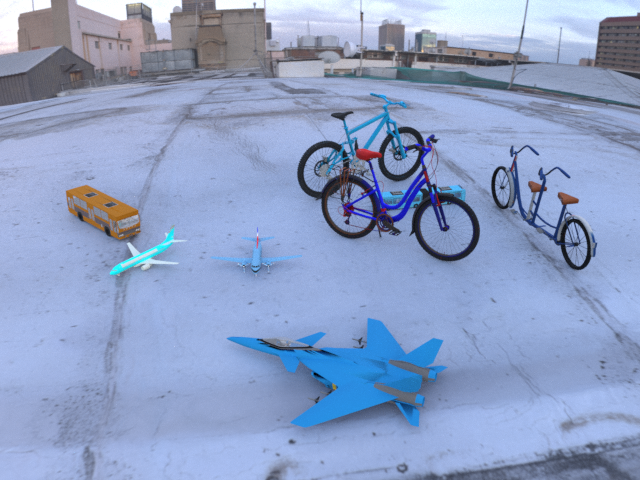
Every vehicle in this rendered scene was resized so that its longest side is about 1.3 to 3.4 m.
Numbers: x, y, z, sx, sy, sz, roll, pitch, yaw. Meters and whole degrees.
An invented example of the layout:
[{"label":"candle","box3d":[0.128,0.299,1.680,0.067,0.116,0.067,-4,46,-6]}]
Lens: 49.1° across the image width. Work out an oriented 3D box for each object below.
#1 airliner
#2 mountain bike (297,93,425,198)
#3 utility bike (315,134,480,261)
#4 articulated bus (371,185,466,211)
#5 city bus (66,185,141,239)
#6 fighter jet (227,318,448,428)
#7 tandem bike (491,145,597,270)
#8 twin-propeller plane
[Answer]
[{"label":"airliner","box3d":[-2.654,0.162,10.575,1.161,0.429,1.307,18,31,33]},{"label":"mountain bike","box3d":[0.834,-1.751,13.115,2.857,1.688,1.114,-14,29,-27]},{"label":"utility bike","box3d":[1.196,-0.756,10.861,2.791,1.839,1.039,14,29,27]},{"label":"articulated bus","box3d":[1.778,-0.763,12.671,1.749,0.289,0.311,-6,26,-13]},{"label":"city bus","box3d":[-3.683,-0.467,11.855,1.674,0.460,0.476,23,34,39]},{"label":"fighter jet","box3d":[0.050,1.293,8.065,2.640,0.557,2.229,11,28,22]},{"label":"tandem bike","box3d":[3.521,-0.662,11.259,0.550,1.326,3.192,-6,26,-12]},{"label":"twin-propeller plane","box3d":[-0.954,0.180,10.563,1.370,0.407,1.095,-1,26,-2]}]
